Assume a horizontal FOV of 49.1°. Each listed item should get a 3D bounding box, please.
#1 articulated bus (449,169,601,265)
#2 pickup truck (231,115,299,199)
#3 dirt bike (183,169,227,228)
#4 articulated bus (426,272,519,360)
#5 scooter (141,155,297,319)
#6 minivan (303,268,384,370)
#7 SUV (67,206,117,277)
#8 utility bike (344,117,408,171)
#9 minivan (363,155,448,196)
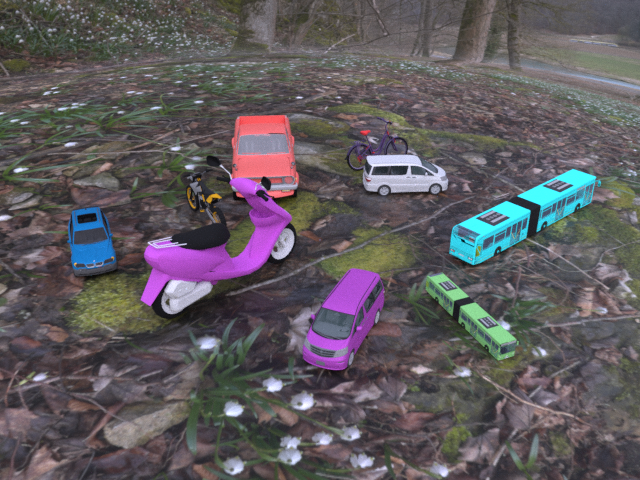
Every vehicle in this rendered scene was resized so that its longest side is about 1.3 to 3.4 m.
[{"bbox_3d":[3.408,-0.431,11.455,3.401,0.561,0.605,-23,36,-35],"label":"articulated bus"},{"bbox_3d":[-1.081,-1.744,13.376,1.244,0.993,3.117,-2,29,-4],"label":"pickup truck"},{"bbox_3d":[-1.922,-0.680,11.599,0.527,0.857,1.493,-17,33,-28],"label":"dirt bike"},{"bbox_3d":[1.948,0.969,9.213,0.311,0.289,1.749,-12,31,-20],"label":"articulated bus"},{"bbox_3d":[-1.307,-0.090,9.577,1.288,1.786,2.721,24,37,37],"label":"scooter"},{"bbox_3d":[0.317,0.979,8.858,0.681,0.616,1.548,12,31,21],"label":"minivan"},{"bbox_3d":[-3.496,-0.009,10.674,0.656,0.580,1.572,-10,31,-17],"label":"SUV"},{"bbox_3d":[1.092,-1.891,13.690,1.435,0.946,0.535,-13,32,-22],"label":"utility bike"},{"bbox_3d":[1.571,-1.211,12.804,1.548,0.616,0.681,-2,29,-3],"label":"minivan"}]
